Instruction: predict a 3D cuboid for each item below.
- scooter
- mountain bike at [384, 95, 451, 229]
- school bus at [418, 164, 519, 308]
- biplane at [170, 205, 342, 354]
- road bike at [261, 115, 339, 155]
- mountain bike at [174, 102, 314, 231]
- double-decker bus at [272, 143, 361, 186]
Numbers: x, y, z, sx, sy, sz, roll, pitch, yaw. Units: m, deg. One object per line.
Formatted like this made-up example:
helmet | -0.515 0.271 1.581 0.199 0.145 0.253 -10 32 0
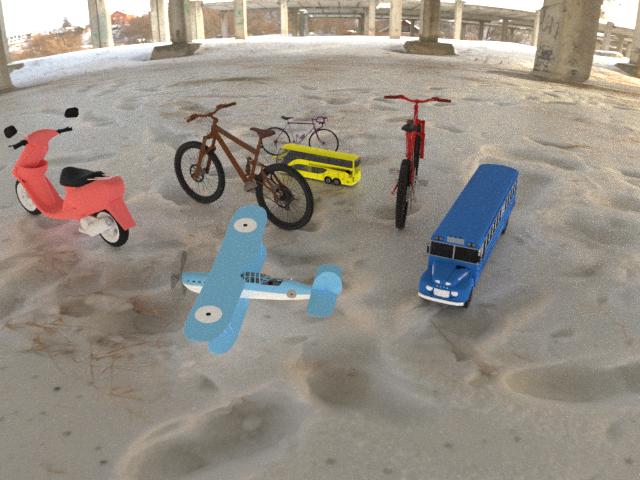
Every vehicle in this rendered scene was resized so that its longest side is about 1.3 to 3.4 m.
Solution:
scooter | -3.864 -0.952 10.624 2.721 1.786 1.288 18 33 30
mountain bike | 1.501 -1.388 11.555 1.114 1.688 2.857 6 28 11
school bus | 2.203 -0.147 10.109 0.709 0.844 3.322 12 30 21
biplane | -0.786 0.581 8.583 2.120 0.981 2.598 4 28 8
road bike | -0.401 -2.023 13.651 1.545 0.852 0.358 3 28 5
mountain bike | -1.283 -1.162 11.126 2.857 1.688 1.114 18 33 30
double-decker bus | -0.064 -1.384 12.775 1.672 0.541 0.389 13 31 23
